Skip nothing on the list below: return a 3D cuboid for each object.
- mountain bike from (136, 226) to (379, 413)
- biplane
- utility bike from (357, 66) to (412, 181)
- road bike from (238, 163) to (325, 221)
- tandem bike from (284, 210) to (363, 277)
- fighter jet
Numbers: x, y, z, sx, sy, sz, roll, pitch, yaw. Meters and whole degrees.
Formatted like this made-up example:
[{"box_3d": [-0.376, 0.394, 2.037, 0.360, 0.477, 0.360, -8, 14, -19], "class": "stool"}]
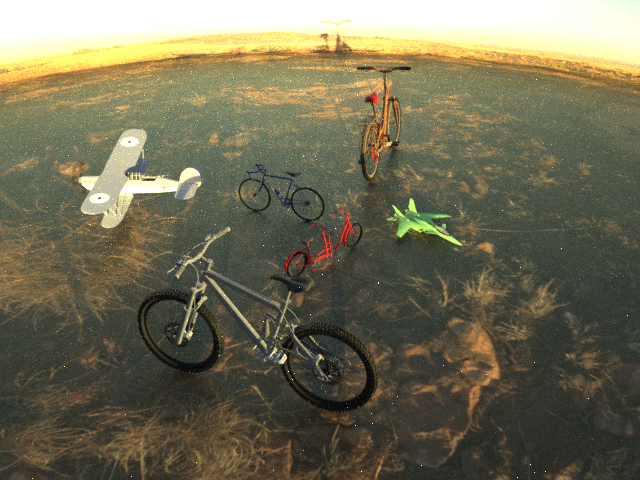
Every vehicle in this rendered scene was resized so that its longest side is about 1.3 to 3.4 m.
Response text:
[{"box_3d": [-0.741, 0.922, 7.433, 2.857, 1.688, 1.114, 11, 30, 18], "class": "mountain bike"}, {"box_3d": [-3.004, -0.922, 11.525, 2.120, 0.981, 2.598, 1, 29, 3], "class": "biplane"}, {"box_3d": [1.076, -2.300, 13.142, 1.039, 1.839, 2.791, 10, 30, 17], "class": "utility bike"}, {"box_3d": [-0.644, -0.773, 11.387, 1.545, 0.852, 0.358, 11, 31, 19], "class": "road bike"}, {"box_3d": [0.077, 0.021, 10.118, 0.283, 0.682, 1.642, 25, 37, 37], "class": "tandem bike"}, {"box_3d": [1.731, -0.252, 11.025, 1.147, 0.286, 1.358, -21, 35, -33], "class": "fighter jet"}]
